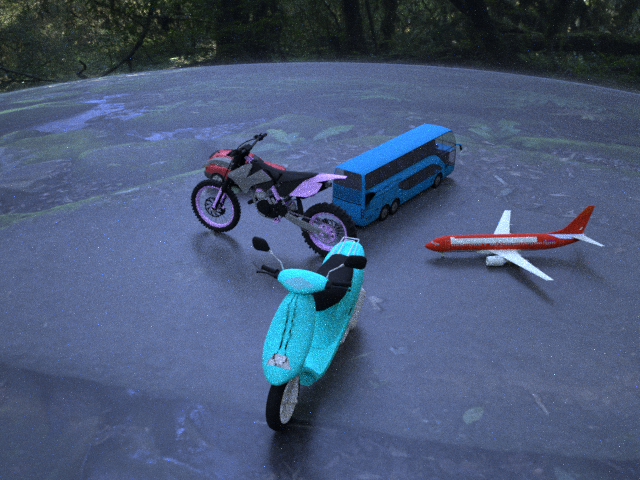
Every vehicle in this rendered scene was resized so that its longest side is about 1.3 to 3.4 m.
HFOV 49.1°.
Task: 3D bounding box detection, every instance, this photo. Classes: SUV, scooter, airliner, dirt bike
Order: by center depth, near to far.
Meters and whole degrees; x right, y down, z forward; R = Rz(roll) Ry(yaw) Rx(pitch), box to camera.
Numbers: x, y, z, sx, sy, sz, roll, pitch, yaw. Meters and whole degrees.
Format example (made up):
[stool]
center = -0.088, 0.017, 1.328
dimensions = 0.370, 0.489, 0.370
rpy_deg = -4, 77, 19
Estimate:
[scooter]
center = -0.019, 0.720, 7.914
dimensions = 1.288, 1.786, 2.721
rpy_deg = 10, 29, 19
[airliner]
center = 2.861, -0.129, 10.563
dimensions = 2.541, 0.835, 2.257
rpy_deg = -1, 28, -1
[dirt bike]
center = -0.780, -0.665, 10.691
dimensions = 2.903, 1.666, 1.024
rpy_deg = 12, 30, 22
[SUV]
center = -1.395, -1.336, 13.145
dimensions = 1.572, 0.580, 0.656
rpy_deg = 8, 29, 15

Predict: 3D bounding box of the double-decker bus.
[double-decker bus]
center = 1.422, -1.233, 12.440
dimensions = 0.756, 1.052, 3.251
rpy_deg = 20, 34, 33
